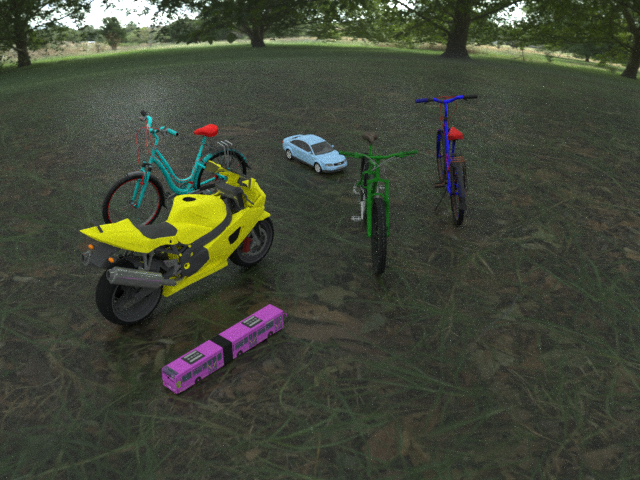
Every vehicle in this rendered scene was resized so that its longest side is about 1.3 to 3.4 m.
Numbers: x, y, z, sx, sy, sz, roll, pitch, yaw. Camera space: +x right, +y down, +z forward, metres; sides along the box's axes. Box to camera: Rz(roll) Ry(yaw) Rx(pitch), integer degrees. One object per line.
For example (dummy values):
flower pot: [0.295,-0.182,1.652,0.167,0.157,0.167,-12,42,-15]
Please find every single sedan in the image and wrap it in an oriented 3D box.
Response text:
sedan: [-0.111,-1.760,13.826,0.635,0.483,1.613,-20,34,-33]

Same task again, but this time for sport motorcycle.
sport motorcycle: [-1.738,0.013,9.323,0.983,1.596,2.955,24,36,38]

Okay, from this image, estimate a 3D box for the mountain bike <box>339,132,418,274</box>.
mountain bike: [0.796,-0.741,10.637,1.114,1.688,2.857,-1,28,-2]

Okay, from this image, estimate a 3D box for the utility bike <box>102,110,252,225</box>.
utility bike: [-2.191,-1.133,11.212,2.791,1.839,1.039,-22,35,-35]

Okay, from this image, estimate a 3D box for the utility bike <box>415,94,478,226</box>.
utility bike: [2.116,-1.465,11.834,1.039,1.839,2.791,0,28,0]

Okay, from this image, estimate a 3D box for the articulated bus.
articulated bus: [-1.105,1.267,8.360,0.311,0.289,1.749,22,35,35]
